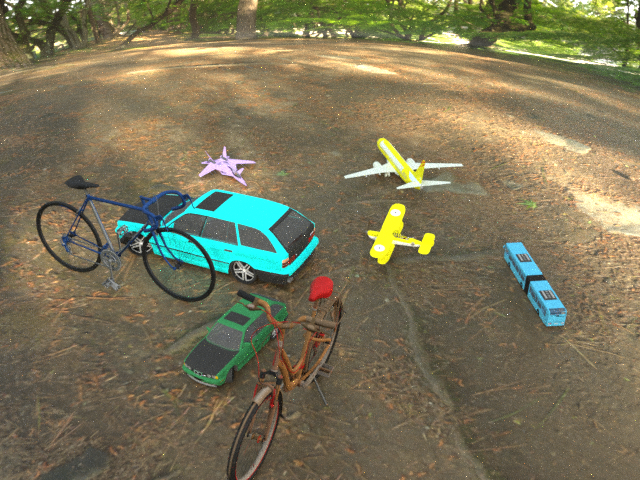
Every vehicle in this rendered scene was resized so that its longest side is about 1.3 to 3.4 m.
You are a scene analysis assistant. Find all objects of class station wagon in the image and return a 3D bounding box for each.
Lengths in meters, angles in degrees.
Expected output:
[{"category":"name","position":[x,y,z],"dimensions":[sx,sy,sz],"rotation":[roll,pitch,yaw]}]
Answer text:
[{"category":"station wagon","position":[-1.616,-0.209,10.578],"dimensions":[3.105,0.920,1.327],"rotation":[13,34,20]},{"category":"station wagon","position":[-1.039,1.178,8.723],"dimensions":[0.682,0.473,1.597],"rotation":[17,35,25]}]

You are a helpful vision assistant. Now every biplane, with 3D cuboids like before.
[{"category":"biplane","position":[1.187,-0.003,10.641],"dimensions":[1.090,0.504,1.336],"rotation":[11,33,17]}]

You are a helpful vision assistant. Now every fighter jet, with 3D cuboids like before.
[{"category":"fighter jet","position":[-1.683,-1.352,13.074],"dimensions":[1.147,0.286,1.358],"rotation":[-18,36,-27]}]

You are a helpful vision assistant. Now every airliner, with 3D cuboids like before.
[{"category":"airliner","position":[1.473,-1.560,12.888],"dimensions":[2.257,0.835,2.541],"rotation":[-7,32,-11]}]

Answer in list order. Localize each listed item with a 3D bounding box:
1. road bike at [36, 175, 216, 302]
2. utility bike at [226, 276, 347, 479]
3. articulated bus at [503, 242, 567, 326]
[{"category":"road bike","position":[-2.759,-0.058,9.621],"dimensions":[3.004,1.656,0.697],"rotation":[13,33,20]},{"category":"utility bike","position":[-0.185,1.219,7.339],"dimensions":[1.039,1.839,2.791],"rotation":[13,34,20]},{"category":"articulated bus","position":[3.002,0.587,9.876],"dimensions":[0.311,0.289,1.749],"rotation":[-3,31,-5]}]
